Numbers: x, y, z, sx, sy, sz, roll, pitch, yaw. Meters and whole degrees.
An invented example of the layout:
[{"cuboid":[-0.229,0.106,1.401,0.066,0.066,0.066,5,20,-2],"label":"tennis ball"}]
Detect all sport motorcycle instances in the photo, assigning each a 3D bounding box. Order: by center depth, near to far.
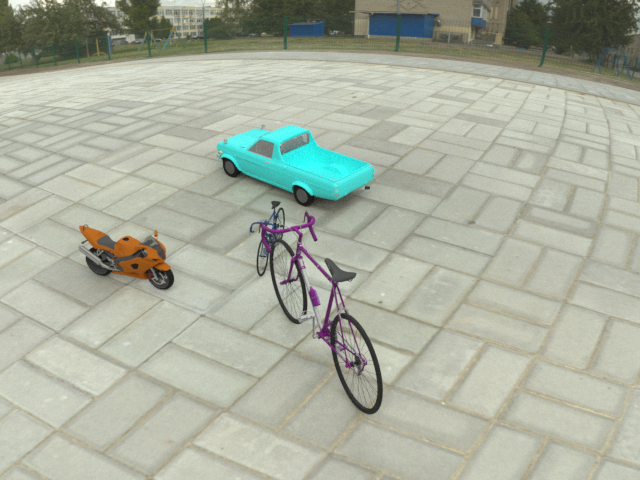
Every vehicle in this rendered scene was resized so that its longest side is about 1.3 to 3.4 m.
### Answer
[{"cuboid":[-2.788,0.245,10.103,1.520,0.821,0.506,11,32,19],"label":"sport motorcycle"}]

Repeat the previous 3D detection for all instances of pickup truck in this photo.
[{"cuboid":[-0.524,-1.504,12.966,3.117,0.993,1.244,23,37,34],"label":"pickup truck"}]

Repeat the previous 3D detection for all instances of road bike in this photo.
[{"cuboid":[-0.018,0.748,8.395,0.696,1.656,3.004,-14,33,-23],"label":"road bike"},{"cuboid":[-0.743,-0.101,10.673,0.358,0.852,1.545,6,31,10],"label":"road bike"}]
